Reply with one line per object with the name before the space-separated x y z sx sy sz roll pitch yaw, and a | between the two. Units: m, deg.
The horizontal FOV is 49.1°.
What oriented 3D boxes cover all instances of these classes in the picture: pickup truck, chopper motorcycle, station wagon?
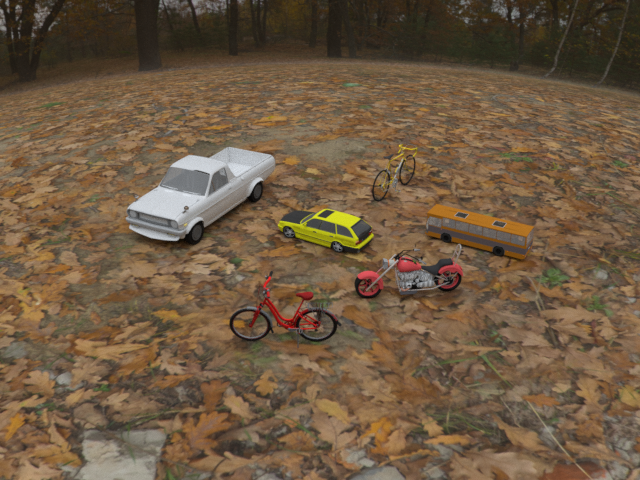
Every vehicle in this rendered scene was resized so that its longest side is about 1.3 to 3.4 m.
pickup truck | -2.006 -0.958 12.319 1.244 0.993 3.117 13 31 24
chopper motorcycle | 1.272 0.439 9.922 1.563 0.761 0.466 -3 28 -6
station wagon | 0.070 -0.232 11.500 1.597 0.473 0.682 16 32 28

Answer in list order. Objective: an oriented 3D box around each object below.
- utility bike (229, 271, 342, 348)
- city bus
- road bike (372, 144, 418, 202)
utility bike | -0.441 0.929 8.797 1.435 0.946 0.535 0 28 1
city bus | 2.560 -0.128 11.317 1.674 0.460 0.476 16 32 27
road bike | 1.403 -1.284 13.087 0.358 0.852 1.545 19 33 32
